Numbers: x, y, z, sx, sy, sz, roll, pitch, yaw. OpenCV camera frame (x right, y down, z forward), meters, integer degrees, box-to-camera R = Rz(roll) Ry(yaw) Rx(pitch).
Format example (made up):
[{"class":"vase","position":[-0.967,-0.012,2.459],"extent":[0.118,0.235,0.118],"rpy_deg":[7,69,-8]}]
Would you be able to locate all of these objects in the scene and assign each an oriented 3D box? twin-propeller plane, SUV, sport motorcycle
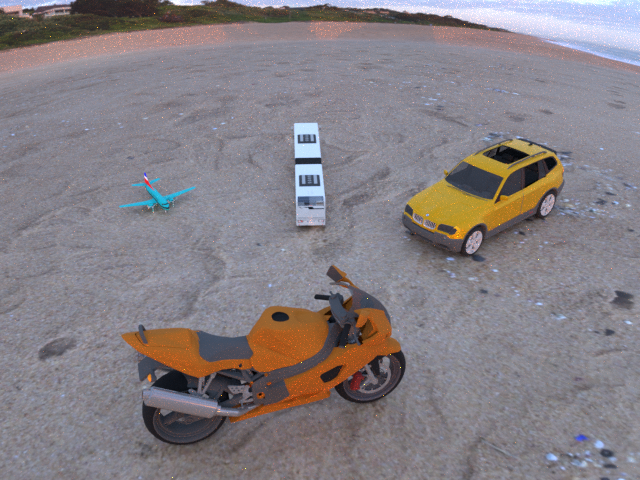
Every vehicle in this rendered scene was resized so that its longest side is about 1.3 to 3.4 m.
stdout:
[{"class":"twin-propeller plane","position":[-2.819,-0.808,12.026],"extent":[1.370,0.407,1.095],"rpy_deg":[-18,35,-27]},{"class":"SUV","position":[2.697,-0.797,11.301],"extent":[3.058,1.128,1.276],"rpy_deg":[-23,38,-33]},{"class":"sport motorcycle","position":[-0.461,1.290,7.329],"extent":[2.955,1.596,0.983],"rpy_deg":[-9,32,-14]}]

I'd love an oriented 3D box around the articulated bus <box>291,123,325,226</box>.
[{"class":"articulated bus","position":[-0.212,-1.277,12.667],"extent":[0.605,0.561,3.401],"rpy_deg":[-1,31,-2]}]
